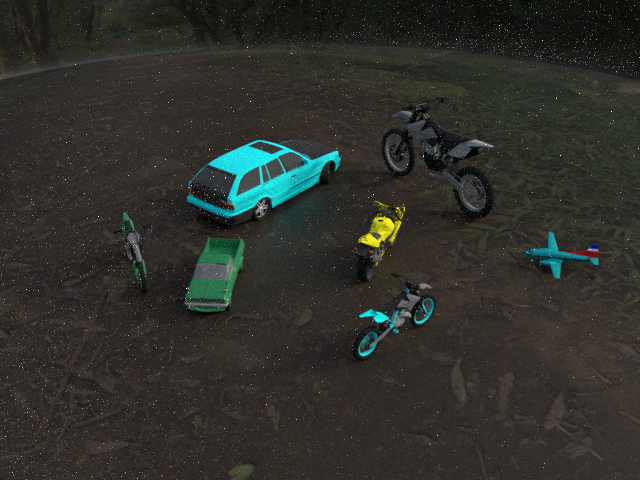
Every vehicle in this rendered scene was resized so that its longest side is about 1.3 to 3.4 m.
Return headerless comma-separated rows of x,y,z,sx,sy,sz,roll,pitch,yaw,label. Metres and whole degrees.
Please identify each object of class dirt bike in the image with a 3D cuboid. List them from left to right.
-2.706,0.122,10.207,0.527,0.857,1.493,-12,32,-19,dirt bike
0.962,0.930,8.819,1.493,0.857,0.527,-23,38,-34,dirt bike
2.012,-1.539,12.257,1.024,1.666,2.903,-19,35,-29,dirt bike

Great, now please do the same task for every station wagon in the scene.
-0.904,-1.260,12.518,1.327,0.920,3.105,22,37,33,station wagon

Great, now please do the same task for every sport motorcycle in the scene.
0.883,-0.009,10.468,0.506,0.821,1.520,13,33,21,sport motorcycle

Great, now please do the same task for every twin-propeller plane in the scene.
3.619,0.196,10.528,1.095,0.407,1.370,6,31,11,twin-propeller plane

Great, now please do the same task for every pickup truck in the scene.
-1.485,0.427,10.027,0.640,0.511,1.603,2,30,3,pickup truck
